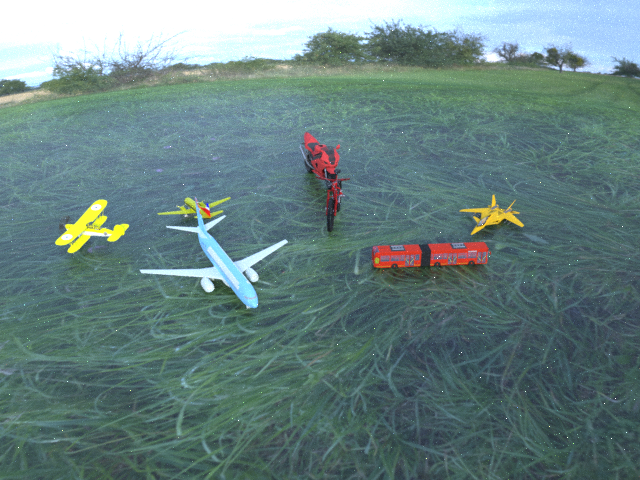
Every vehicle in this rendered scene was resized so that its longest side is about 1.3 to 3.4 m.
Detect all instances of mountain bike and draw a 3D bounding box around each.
[{"bbox_3d":[0.248,-0.745,11.915,0.573,0.868,1.469,4,26,8],"label":"mountain bike"}]

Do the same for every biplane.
[{"bbox_3d":[-3.592,-0.144,11.071,1.090,0.504,1.336,6,26,13],"label":"biplane"}]

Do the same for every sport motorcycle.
[{"bbox_3d":[0.002,-1.559,13.687,0.506,0.821,1.520,-10,27,-19],"label":"sport motorcycle"}]

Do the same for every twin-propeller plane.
[{"bbox_3d":[-2.127,-0.593,12.131,1.370,0.407,1.095,-16,29,-30],"label":"twin-propeller plane"}]

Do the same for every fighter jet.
[{"bbox_3d":[2.862,-0.401,11.868,1.147,0.286,1.358,17,30,32],"label":"fighter jet"}]

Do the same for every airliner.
[{"bbox_3d":[-1.397,0.169,10.024,2.257,0.835,2.541,-12,28,-24],"label":"airliner"}]

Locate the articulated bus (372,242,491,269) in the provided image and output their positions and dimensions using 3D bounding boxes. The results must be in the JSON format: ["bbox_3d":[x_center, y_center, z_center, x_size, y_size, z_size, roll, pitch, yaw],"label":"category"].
[{"bbox_3d":[1.665,0.227,10.540,1.749,0.289,0.311,-2,25,-4],"label":"articulated bus"}]
